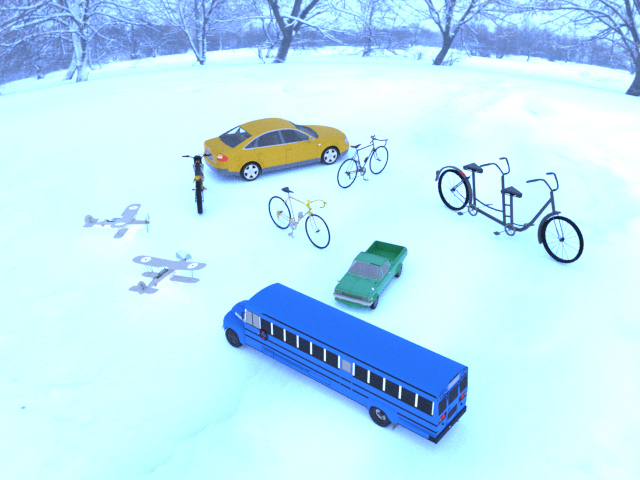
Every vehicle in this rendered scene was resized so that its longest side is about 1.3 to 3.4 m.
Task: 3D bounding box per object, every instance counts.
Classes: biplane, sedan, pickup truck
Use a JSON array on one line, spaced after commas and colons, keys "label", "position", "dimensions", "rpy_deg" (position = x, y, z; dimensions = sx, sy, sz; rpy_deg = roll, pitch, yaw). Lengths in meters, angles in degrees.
[{"label": "biplane", "position": [-2.298, 0.523, 10.201], "dimensions": [1.336, 0.504, 1.090], "rpy_deg": [14, 31, 24]}, {"label": "sedan", "position": [-0.853, -2.010, 14.456], "dimensions": [3.137, 0.940, 1.235], "rpy_deg": [-14, 31, -24]}, {"label": "biplane", "position": [-3.379, -0.284, 11.702], "dimensions": [1.090, 0.504, 1.336], "rpy_deg": [0, 28, 0]}, {"label": "pickup truck", "position": [0.771, 0.443, 10.344], "dimensions": [0.640, 0.511, 1.603], "rpy_deg": [13, 31, 23]}]

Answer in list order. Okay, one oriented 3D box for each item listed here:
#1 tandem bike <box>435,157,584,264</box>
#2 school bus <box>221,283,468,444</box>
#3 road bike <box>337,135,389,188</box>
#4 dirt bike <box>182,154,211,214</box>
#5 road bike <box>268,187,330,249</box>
[{"label": "tandem bike", "position": [3.060, -0.706, 11.621], "dimensions": [0.550, 1.326, 3.192], "rpy_deg": [-19, 33, -31]}, {"label": "school bus", "position": [0.138, 1.311, 8.375], "dimensions": [3.322, 0.844, 0.709], "rpy_deg": [21, 35, 34]}, {"label": "road bike", "position": [0.858, -1.555, 13.701], "dimensions": [0.358, 0.852, 1.545], "rpy_deg": [24, 37, 37]}, {"label": "dirt bike", "position": [-2.235, -1.109, 12.866], "dimensions": [0.527, 0.857, 1.493], "rpy_deg": [-4, 28, -7]}, {"label": "road bike", "position": [-0.365, -0.414, 11.579], "dimensions": [0.358, 0.852, 1.545], "rpy_deg": [-24, 36, -37]}]
